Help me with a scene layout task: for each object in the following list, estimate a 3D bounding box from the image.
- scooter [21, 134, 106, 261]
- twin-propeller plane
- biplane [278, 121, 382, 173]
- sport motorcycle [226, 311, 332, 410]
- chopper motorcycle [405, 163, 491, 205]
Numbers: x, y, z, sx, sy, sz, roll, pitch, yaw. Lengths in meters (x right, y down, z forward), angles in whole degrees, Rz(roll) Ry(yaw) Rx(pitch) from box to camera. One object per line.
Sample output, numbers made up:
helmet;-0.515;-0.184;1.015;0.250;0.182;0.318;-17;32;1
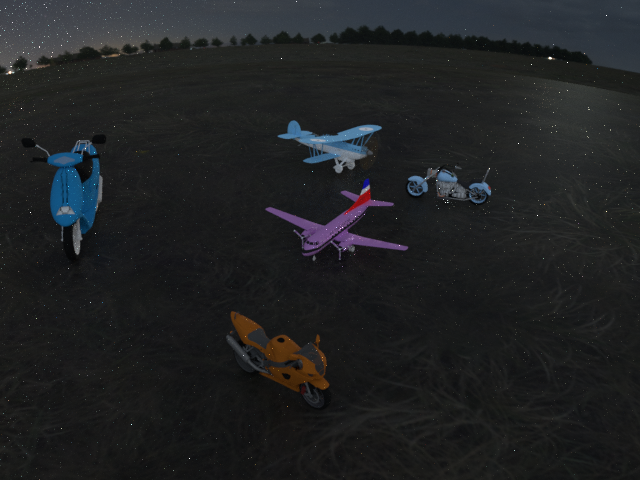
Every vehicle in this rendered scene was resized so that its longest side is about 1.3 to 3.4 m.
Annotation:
scooter;-4.053;-0.982;11.623;1.288;1.786;2.721;-4;29;-7
twin-propeller plane;0.316;-0.330;11.463;2.663;0.792;2.129;17;33;28
biplane;0.197;-1.967;14.294;2.120;0.981;2.598;19;34;31
sport motorcycle;-0.476;1.409;8.213;1.520;0.821;0.506;21;35;33
chopper motorcycle;2.354;-1.059;12.845;1.563;0.761;0.466;10;30;18
